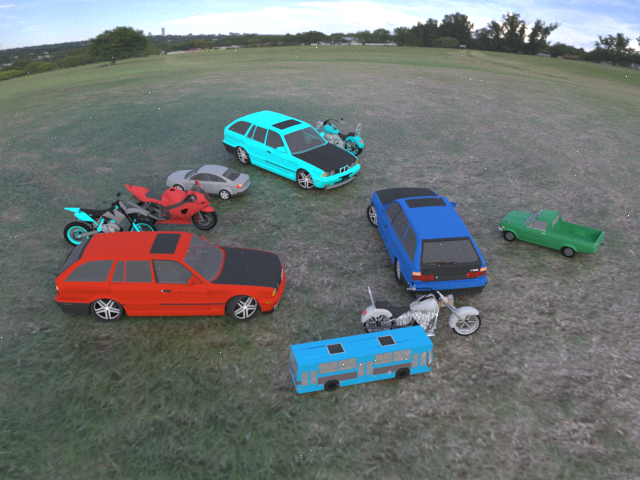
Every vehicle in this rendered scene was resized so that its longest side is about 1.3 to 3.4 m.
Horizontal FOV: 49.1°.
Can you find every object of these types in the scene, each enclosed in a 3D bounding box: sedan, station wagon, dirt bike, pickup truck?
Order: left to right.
[{"bbox_3d":[-3.353,-0.270,11.132,1.493,0.857,0.527,-1,28,-2],"label":"dirt bike"},{"bbox_3d":[-2.035,0.437,9.754,3.105,0.920,1.327,0,28,0],"label":"station wagon"},{"bbox_3d":[-2.112,-1.136,13.131,1.613,0.483,0.635,7,29,13],"label":"sedan"},{"bbox_3d":[-0.607,-1.879,14.047,3.105,0.920,1.327,25,37,38],"label":"station wagon"},{"bbox_3d":[1.604,-0.210,10.953,1.327,0.920,3.105,-4,29,-7],"label":"station wagon"},{"bbox_3d":[3.727,-0.168,11.307,1.603,0.511,0.640,17,33,29],"label":"pickup truck"}]

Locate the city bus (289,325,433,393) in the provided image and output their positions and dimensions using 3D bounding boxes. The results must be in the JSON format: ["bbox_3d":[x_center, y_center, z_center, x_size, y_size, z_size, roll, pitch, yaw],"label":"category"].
[{"bbox_3d":[0.493,1.439,8.383,1.674,0.460,0.476,-7,29,-13],"label":"city bus"}]

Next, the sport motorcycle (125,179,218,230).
[{"bbox_3d":[-2.476,-0.562,11.712,1.520,0.821,0.506,3,28,5],"label":"sport motorcycle"}]

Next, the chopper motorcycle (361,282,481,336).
[{"bbox_3d":[1.314,0.917,9.033,1.563,0.761,0.466,-2,28,-3],"label":"chopper motorcycle"}]

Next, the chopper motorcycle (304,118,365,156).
[{"bbox_3d":[0.269,-2.251,14.904,1.563,0.761,0.466,20,34,33],"label":"chopper motorcycle"}]
